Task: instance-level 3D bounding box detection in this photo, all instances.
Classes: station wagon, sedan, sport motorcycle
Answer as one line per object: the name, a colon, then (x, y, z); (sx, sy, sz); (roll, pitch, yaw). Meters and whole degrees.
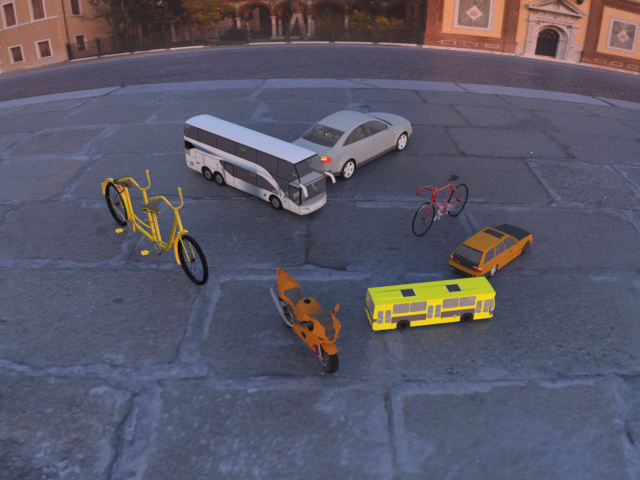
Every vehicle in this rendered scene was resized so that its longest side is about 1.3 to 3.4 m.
station wagon: (2.661, 0.085, 10.746); (0.682, 0.473, 1.597); (26, 39, 37)
sedan: (0.677, -2.084, 14.002); (1.235, 0.940, 3.137); (23, 37, 34)
sport motorcycle: (-0.174, 1.005, 8.822); (0.506, 0.821, 1.520); (-16, 34, -25)

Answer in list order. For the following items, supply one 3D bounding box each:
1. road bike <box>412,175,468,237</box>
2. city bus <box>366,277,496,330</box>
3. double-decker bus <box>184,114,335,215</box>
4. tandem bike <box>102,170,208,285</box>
road bike: (2.015, -0.615, 11.569); (0.358, 0.852, 1.545); (26, 39, 37)
city bus: (1.480, 0.867, 9.416); (1.674, 0.460, 0.476); (-5, 31, -9)
double-decker bus: (-1.199, -1.382, 12.687); (3.251, 1.052, 0.756); (24, 38, 35)
tandem bike: (-2.619, -0.401, 10.732); (0.550, 1.326, 3.192); (-23, 38, -34)
